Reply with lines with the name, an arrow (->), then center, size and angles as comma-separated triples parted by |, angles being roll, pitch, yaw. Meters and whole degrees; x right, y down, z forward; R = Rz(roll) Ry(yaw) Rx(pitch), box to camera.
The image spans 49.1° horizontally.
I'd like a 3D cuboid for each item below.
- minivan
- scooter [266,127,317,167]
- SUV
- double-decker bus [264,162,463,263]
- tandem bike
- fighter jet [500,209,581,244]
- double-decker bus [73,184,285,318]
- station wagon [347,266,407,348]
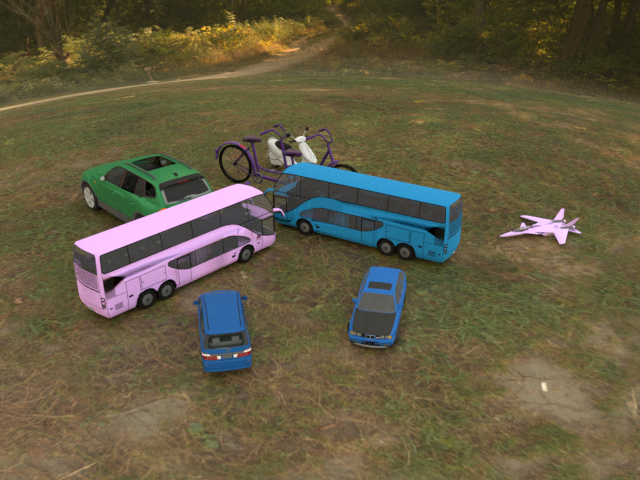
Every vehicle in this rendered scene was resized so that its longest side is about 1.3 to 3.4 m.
minivan -> -1.199, 0.996, 8.618 | 0.681, 0.616, 1.548 | -5, 26, -10
scooter -> -0.562, -1.780, 13.969 | 1.399, 0.919, 0.662 | 21, 33, 36
SUV -> -2.963, -0.897, 11.917 | 1.276, 1.128, 3.058 | -22, 33, -37
double-decker bus -> 0.639, -0.489, 11.169 | 3.251, 1.052, 0.756 | 14, 29, 27
tandem bike -> -0.631, -1.481, 12.891 | 3.192, 1.326, 0.550 | 13, 29, 25
fighter jet -> 3.559, -0.229, 11.508 | 1.358, 0.286, 1.147 | -8, 27, -16
double-decker bus -> -1.918, 0.050, 10.063 | 0.756, 1.052, 3.251 | 22, 33, 37
station wagon -> 0.772, 0.815, 9.151 | 0.682, 0.473, 1.597 | 5, 26, 11
